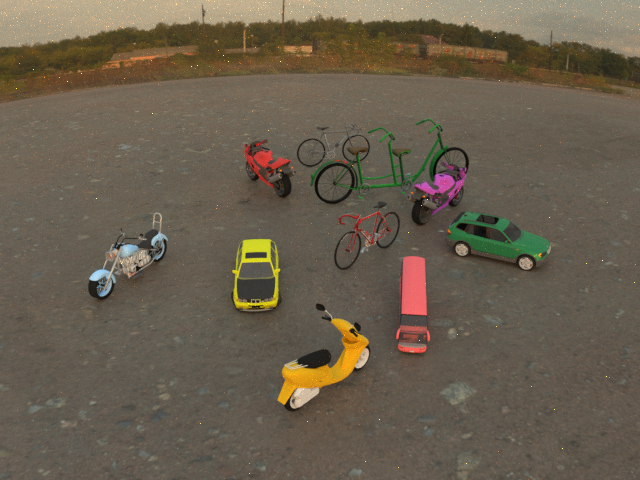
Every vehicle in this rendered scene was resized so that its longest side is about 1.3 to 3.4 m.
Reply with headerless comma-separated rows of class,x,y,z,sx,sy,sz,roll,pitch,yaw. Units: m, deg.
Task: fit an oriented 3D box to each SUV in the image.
SUV,2.702,-0.026,10.630,1.572,0.580,0.656,13,29,24

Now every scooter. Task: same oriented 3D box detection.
scooter,0.083,1.254,7.619,0.662,0.919,1.399,24,35,39

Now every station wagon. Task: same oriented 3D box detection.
station wagon,-0.887,0.434,9.808,0.682,0.473,1.597,-2,26,-3

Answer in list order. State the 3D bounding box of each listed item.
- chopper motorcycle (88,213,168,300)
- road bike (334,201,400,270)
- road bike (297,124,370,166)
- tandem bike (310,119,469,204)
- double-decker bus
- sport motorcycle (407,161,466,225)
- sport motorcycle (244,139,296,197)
chopper motorcycle,-2.713,0.212,9.937,0.466,0.761,1.563,13,29,24
road bike,0.732,-0.114,10.500,0.358,0.852,1.545,22,34,38
road bike,0.283,-1.938,14.238,1.545,0.852,0.358,-7,27,-13
tandem bike,1.327,-1.428,12.654,3.192,1.326,0.550,-9,28,-19
double-decker bus,1.189,0.812,8.957,0.389,0.541,1.672,3,26,6
sport motorcycle,2.036,-0.804,11.949,0.506,0.821,1.520,21,33,37
sport motorcycle,-0.980,-1.349,13.067,0.506,0.821,1.520,-17,31,-32
